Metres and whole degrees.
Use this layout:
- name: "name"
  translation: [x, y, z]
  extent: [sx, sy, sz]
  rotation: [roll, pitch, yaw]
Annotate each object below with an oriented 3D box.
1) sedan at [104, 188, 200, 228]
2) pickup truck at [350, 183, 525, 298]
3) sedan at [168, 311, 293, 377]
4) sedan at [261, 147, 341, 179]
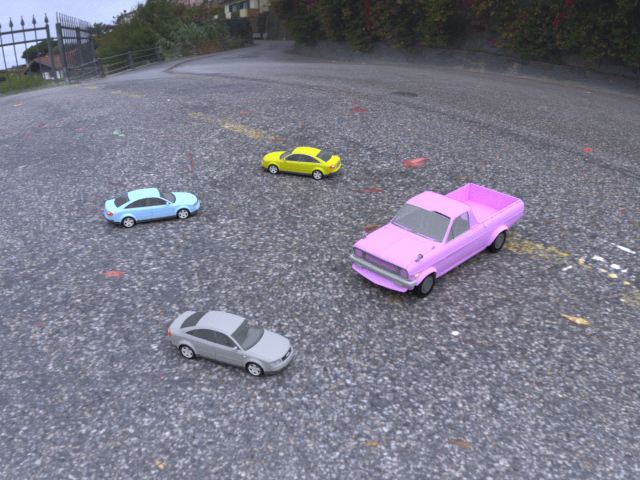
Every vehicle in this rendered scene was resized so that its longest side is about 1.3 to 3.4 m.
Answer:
- name: "sedan"
  translation: [-2.895, -0.620, 12.089]
  extent: [1.613, 0.483, 0.635]
  rotation: [-10, 29, -17]
- name: "pickup truck"
  translation: [1.869, -0.185, 10.721]
  extent: [1.244, 0.993, 3.117]
  rotation: [25, 37, 38]
- name: "sedan"
  translation: [-1.106, 1.208, 8.630]
  extent: [1.613, 0.483, 0.635]
  rotation: [11, 30, 20]
- name: "sedan"
  translation: [-0.386, -1.579, 13.904]
  extent: [1.613, 0.483, 0.635]
  rotation: [9, 29, 16]
